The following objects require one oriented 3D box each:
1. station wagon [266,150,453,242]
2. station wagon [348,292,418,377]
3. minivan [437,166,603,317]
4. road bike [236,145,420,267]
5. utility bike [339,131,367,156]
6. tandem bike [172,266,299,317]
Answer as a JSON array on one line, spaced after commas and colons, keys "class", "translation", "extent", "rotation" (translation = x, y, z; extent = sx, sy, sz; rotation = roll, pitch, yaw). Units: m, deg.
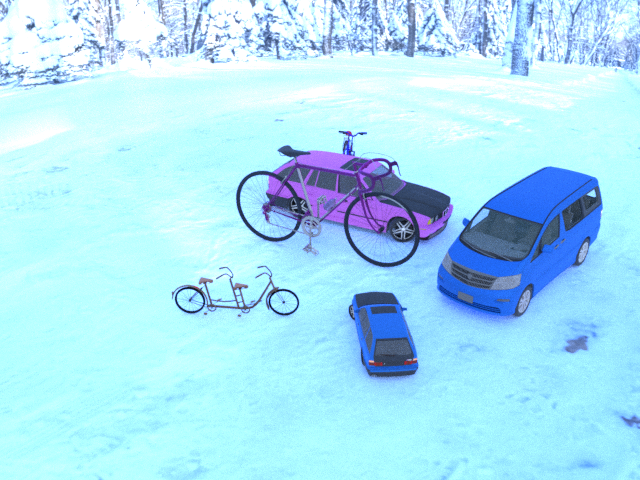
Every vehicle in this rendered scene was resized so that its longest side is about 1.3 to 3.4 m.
[{"class": "station wagon", "translation": [0.651, -0.815, 11.577], "extent": [3.105, 0.920, 1.327], "rotation": [14, 30, 26]}, {"class": "station wagon", "translation": [0.751, 1.016, 8.408], "extent": [0.682, 0.473, 1.597], "rotation": [-2, 27, -4]}, {"class": "minivan", "translation": [2.842, -0.052, 9.739], "extent": [1.324, 1.197, 3.011], "rotation": [22, 34, 36]}, {"class": "road bike", "translation": [0.040, -0.545, 10.212], "extent": [3.004, 1.656, 0.696], "rotation": [13, 29, 23]}, {"class": "utility bike", "translation": [0.591, -1.678, 13.276], "extent": [0.535, 0.946, 1.435], "rotation": [-2, 27, -4]}, {"class": "tandem bike", "translation": [-1.083, 0.657, 8.895], "extent": [1.642, 0.682, 0.283], "rotation": [1, 27, 2]}]
